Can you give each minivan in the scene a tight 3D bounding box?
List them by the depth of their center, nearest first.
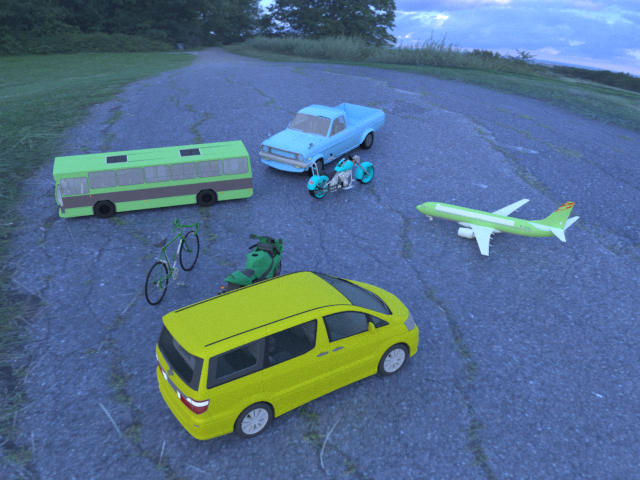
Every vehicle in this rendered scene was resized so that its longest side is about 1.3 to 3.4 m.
[{"bbox_3d":[-0.266,1.074,7.781,3.011,1.197,1.324,-17,32,-29],"label":"minivan"}]

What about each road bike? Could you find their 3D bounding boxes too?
[{"bbox_3d":[-2.036,0.259,9.707,0.358,0.852,1.545,8,29,16],"label":"road bike"}]

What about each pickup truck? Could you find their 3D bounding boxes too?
[{"bbox_3d":[0.117,-2.213,14.268,1.244,0.993,3.117,18,32,30],"label":"pickup truck"}]

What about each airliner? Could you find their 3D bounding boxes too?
[{"bbox_3d":[2.718,-0.468,11.111,2.541,0.835,2.257,15,31,26],"label":"airliner"}]

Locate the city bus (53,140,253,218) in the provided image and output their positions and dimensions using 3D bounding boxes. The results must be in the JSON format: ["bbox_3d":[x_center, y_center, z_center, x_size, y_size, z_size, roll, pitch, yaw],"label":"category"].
[{"bbox_3d":[-2.849,-1.041,12.140,3.255,0.894,0.926,-7,29,-14],"label":"city bus"}]

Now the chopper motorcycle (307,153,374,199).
[{"bbox_3d":[0.402,-1.230,12.645,1.563,0.761,0.466,-23,35,-36],"label":"chopper motorcycle"}]

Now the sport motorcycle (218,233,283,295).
[{"bbox_3d":[-0.864,0.481,9.316,0.506,0.821,1.520,10,29,19],"label":"sport motorcycle"}]
